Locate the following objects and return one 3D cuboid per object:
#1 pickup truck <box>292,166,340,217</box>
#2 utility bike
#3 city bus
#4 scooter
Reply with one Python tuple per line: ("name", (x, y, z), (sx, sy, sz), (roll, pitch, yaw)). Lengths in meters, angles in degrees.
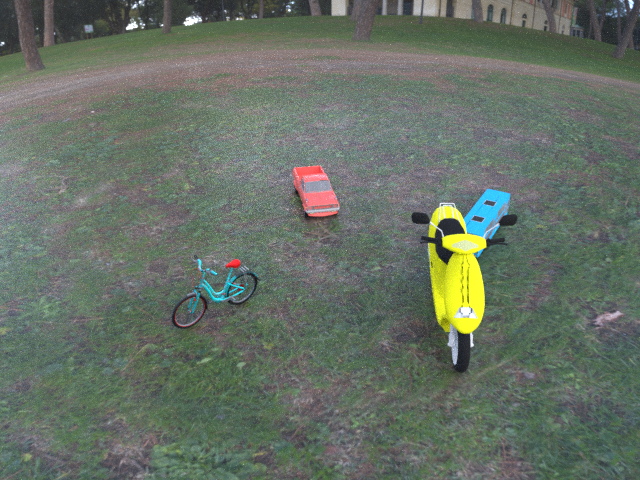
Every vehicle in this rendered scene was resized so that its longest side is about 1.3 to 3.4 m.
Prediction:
("pickup truck", (-0.095, -0.943, 12.593), (0.640, 0.511, 1.603), (-6, 31, -10))
("utility bike", (-1.360, 0.648, 9.428), (1.435, 0.946, 0.535), (-23, 37, -34))
("city bus", (2.672, -0.278, 11.502), (0.476, 0.460, 1.674), (16, 34, 25))
("scooter", (1.771, 0.292, 9.204), (1.288, 1.786, 2.721), (1, 30, 2))
